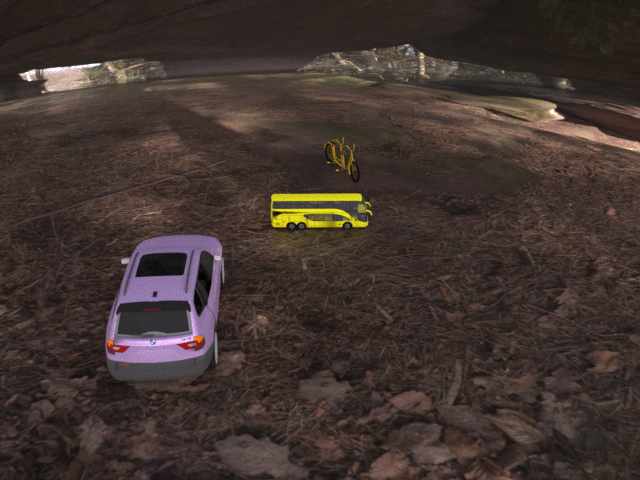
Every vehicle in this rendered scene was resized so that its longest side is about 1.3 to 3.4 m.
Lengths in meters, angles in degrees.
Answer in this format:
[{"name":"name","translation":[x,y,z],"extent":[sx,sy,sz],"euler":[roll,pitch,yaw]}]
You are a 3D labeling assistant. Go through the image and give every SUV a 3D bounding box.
[{"name":"SUV","translation":[-1.881,0.602,8.792],"extent":[1.276,1.128,3.058],"euler":[-2,27,-4]}]

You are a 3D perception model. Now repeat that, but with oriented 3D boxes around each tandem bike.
[{"name":"tandem bike","translation":[0.425,-1.686,13.880],"extent":[0.283,0.682,1.642],"euler":[-11,28,-21]}]

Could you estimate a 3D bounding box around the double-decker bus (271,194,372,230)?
[{"name":"double-decker bus","translation":[0.017,-0.479,11.619],"extent":[1.672,0.541,0.389],"euler":[0,27,-1]}]
